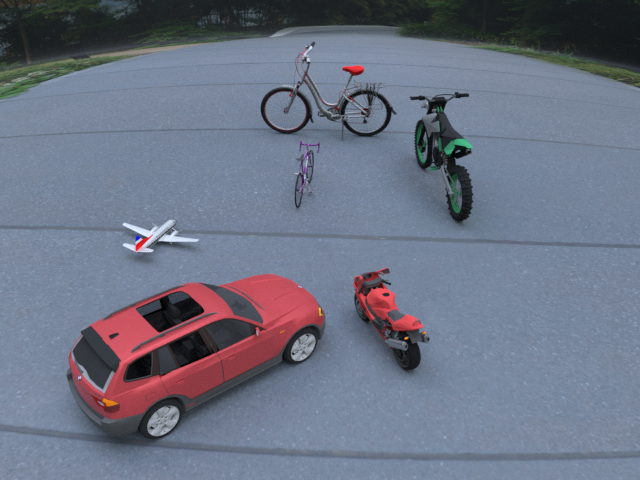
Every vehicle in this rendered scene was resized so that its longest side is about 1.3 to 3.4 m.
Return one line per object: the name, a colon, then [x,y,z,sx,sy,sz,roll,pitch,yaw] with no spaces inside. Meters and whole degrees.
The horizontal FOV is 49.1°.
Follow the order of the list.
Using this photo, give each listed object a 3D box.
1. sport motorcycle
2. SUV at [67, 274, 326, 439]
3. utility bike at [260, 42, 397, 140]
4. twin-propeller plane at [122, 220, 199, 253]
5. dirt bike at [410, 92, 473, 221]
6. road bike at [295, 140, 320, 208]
sport motorcycle: [0.817,0.939,8.656,0.506,0.821,1.520,-14,34,-22]
SUV: [-1.345,1.102,8.091,3.058,1.128,1.276,-23,38,-33]
utility bike: [0.159,-2.897,13.994,2.791,1.839,1.039,3,31,4]
twin-propeller plane: [-2.520,-0.105,10.774,1.370,0.407,1.095,12,33,19]
dirt bike: [2.083,-1.594,12.015,1.024,1.666,2.903,-5,32,-8]
road bike: [-0.266,-1.187,12.129,0.358,0.852,1.545,6,32,9]
